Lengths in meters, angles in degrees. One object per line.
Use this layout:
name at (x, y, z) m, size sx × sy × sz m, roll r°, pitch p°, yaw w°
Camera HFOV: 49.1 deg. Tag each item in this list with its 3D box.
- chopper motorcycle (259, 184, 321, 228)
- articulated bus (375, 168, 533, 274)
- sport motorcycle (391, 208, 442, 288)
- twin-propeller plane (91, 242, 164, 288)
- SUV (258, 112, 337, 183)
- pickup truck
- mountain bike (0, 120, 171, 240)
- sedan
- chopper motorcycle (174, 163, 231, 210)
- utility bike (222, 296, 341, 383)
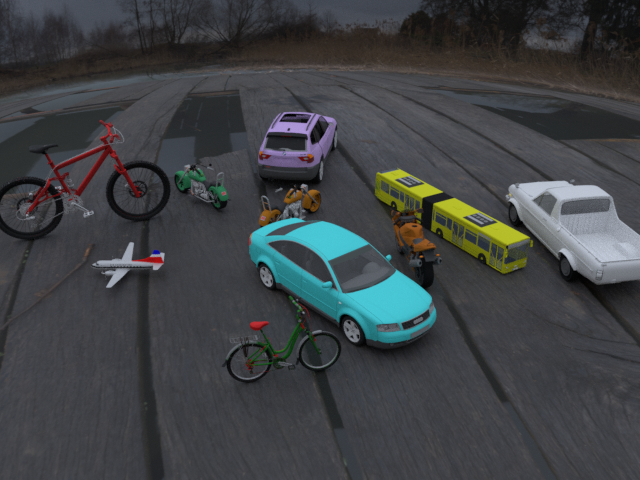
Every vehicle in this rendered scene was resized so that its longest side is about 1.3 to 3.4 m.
chopper motorcycle at (-0.481, -0.624, 11.881) m, size 0.466 × 0.761 × 1.563 m, roll 18°, pitch 33°, yaw 31°
articulated bus at (2.083, -0.406, 11.676) m, size 0.605 × 0.561 × 3.401 m, roll -15°, pitch 31°, yaw -27°
sport motorcycle at (1.403, 0.079, 10.456) m, size 0.506 × 0.821 × 1.520 m, roll -5°, pitch 28°, yaw -10°
twin-propeller plane at (-2.875, 0.328, 10.424) m, size 1.095 × 0.407 × 1.370 m, roll 0°, pitch 27°, yaw 0°
SUV at (-0.412, -2.082, 14.300) m, size 1.276 × 1.128 × 3.058 m, roll 4°, pitch 28°, yaw 9°
pickup truck at (4.043, -0.259, 10.921) m, size 1.244 × 0.993 × 3.117 m, roll -5°, pitch 28°, yaw -9°
mountain bike at (-3.898, -0.935, 11.473) m, size 2.857 × 1.688 × 1.114 m, roll -11°, pitch 29°, yaw -21°
sedan at (0.235, 0.424, 9.658) m, size 1.235 × 0.940 × 3.137 m, roll -21°, pitch 34°, yaw -35°
chopper motorcycle at (-2.188, -1.062, 12.727) m, size 0.466 × 0.761 × 1.563 m, roll -23°, pitch 35°, yaw -37°
utility bike at (-0.454, 1.175, 8.199) m, size 1.435 × 0.946 × 0.535 m, roll -7°, pitch 28°, yaw -13°
